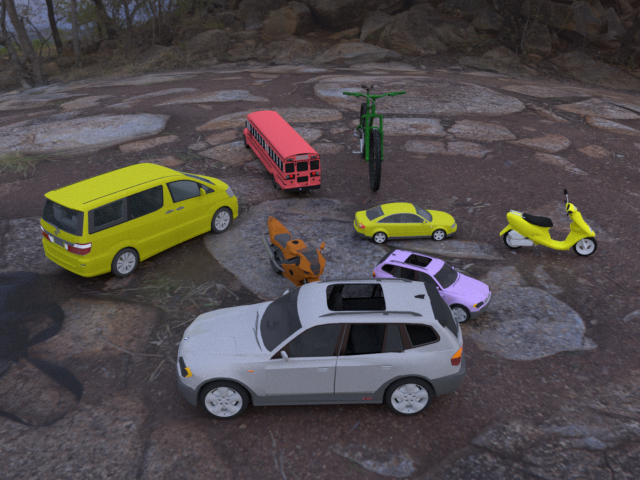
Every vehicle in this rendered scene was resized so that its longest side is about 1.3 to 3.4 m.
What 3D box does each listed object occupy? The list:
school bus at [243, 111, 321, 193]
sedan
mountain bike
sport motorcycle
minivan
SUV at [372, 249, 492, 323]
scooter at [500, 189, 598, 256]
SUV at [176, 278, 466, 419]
[{"bbox_3d":[-0.825,-1.786,13.495,0.709,0.844,3.322,-9,28,-17],"label":"school bus"},{"bbox_3d":[1.337,-0.304,10.928,1.613,0.483,0.635,-2,27,-5],"label":"sedan"},{"bbox_3d":[0.933,-2.086,13.151,1.114,1.688,2.857,-1,27,-2],"label":"mountain bike"},{"bbox_3d":[-0.340,0.288,9.361,0.506,0.821,1.520,-13,29,-25],"label":"sport motorcycle"},{"bbox_3d":[-2.585,-0.474,10.468,1.324,1.197,3.011,20,33,35],"label":"minivan"},{"bbox_3d":[1.436,0.551,9.103,1.572,0.580,0.656,14,30,26],"label":"SUV"},{"bbox_3d":[3.390,-0.230,10.291,1.399,0.919,0.662,6,27,12],"label":"scooter"},{"bbox_3d":[0.007,1.066,7.457,3.058,1.128,1.276,-1,27,-1],"label":"SUV"}]
